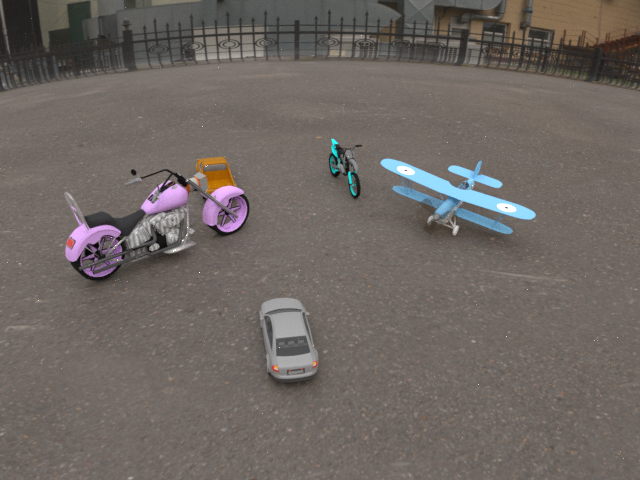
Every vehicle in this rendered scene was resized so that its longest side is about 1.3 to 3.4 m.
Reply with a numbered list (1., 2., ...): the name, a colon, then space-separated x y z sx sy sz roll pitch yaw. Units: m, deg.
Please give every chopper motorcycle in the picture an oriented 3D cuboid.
1. chopper motorcycle: -2.355 -0.415 10.483 3.040 1.480 0.906 -23 36 -36

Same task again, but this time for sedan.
1. sedan: -0.407 1.142 8.685 0.635 0.483 1.613 -5 29 -9

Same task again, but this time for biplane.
1. biplane: 2.320 -0.722 11.560 2.598 0.981 2.120 15 32 26

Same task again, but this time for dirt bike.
1. dirt bike: 0.455 -1.383 12.891 0.527 0.857 1.493 -10 30 -17

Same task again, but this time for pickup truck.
1. pickup truck: -1.923 -1.193 12.905 0.640 0.511 1.603 -7 30 -13
